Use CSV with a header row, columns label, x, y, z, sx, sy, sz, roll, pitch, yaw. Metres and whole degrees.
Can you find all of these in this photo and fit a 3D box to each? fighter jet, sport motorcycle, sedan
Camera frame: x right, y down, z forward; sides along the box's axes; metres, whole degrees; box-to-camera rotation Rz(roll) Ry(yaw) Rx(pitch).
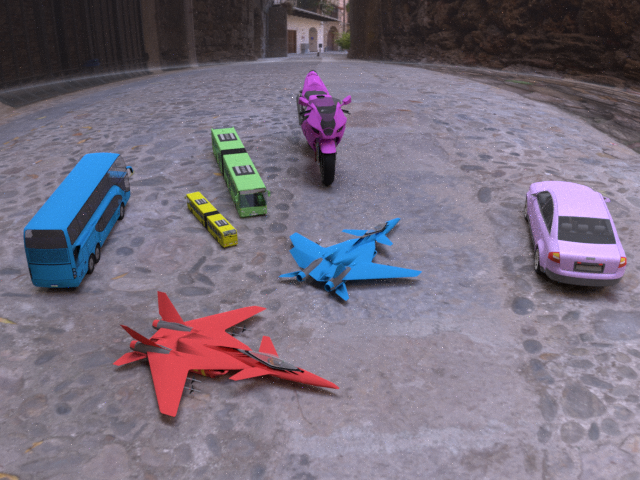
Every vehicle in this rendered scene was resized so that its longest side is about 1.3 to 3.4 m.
label,x,y,z,sx,sy,sz,roll,pitch,yaw
fighter jet,0.605,-0.002,10.612,2.229,0.557,2.640,17,32,29
sport motorcycle,0.004,-2.263,13.783,0.983,1.596,2.955,-3,28,-6
fighter jet,-1.008,1.279,8.185,2.640,0.557,2.229,11,30,19
sedan,3.880,-0.314,10.794,1.235,0.940,3.137,4,28,8

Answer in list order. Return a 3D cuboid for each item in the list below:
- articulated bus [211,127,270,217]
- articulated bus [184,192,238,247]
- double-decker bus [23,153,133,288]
label,x,y,z,sx,sy,sz,roll,pitch,yaw
articulated bus,-1.576,-1.366,13.194,0.605,0.561,3.401,-8,29,-14
articulated bus,-1.809,-0.361,11.582,0.311,0.289,1.749,-14,31,-25
double-decker bus,-3.663,-0.436,10.904,0.756,1.052,3.251,0,28,0
